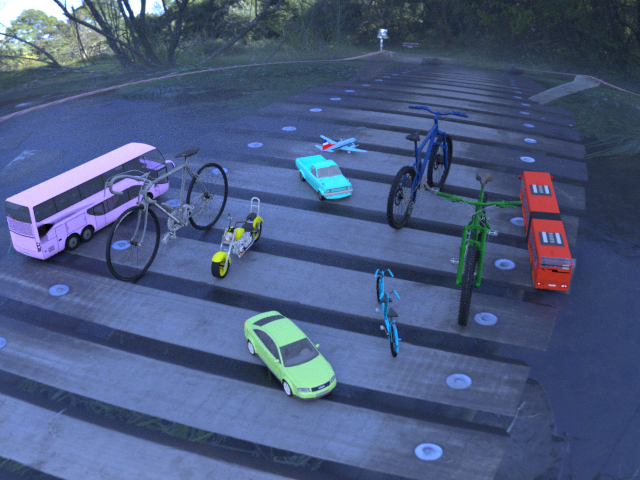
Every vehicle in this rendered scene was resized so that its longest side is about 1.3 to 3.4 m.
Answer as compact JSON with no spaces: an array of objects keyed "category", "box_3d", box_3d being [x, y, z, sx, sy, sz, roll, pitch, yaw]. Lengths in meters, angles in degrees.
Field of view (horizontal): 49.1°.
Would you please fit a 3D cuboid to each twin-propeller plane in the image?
[{"category":"twin-propeller plane","box_3d":[0.433,-2.084,15.073,1.095,0.407,1.370,-25,37,-38]}]

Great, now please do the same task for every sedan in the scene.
[{"category":"sedan","box_3d":[-0.391,1.362,8.656,0.635,0.483,1.613,-16,33,-28]}]

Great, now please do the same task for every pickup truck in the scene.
[{"category":"pickup truck","box_3d":[0.058,-1.270,13.469,0.640,0.511,1.603,-11,30,-19]}]

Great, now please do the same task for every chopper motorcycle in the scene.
[{"category":"chopper motorcycle","box_3d":[-1.291,-0.045,10.953,0.466,0.761,1.563,10,30,18]}]

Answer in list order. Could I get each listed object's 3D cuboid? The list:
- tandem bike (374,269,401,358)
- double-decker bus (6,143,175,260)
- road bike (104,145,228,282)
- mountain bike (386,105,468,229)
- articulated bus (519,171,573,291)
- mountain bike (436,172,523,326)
[{"category":"tandem bike","box_3d":[0.890,0.886,9.323,0.283,0.682,1.642,-2,29,-4]},{"category":"double-decker bus","box_3d":[-3.815,-0.773,11.987,0.756,1.052,3.251,15,32,25]},{"category":"road bike","box_3d":[-2.319,-0.556,10.956,0.696,1.656,3.004,14,32,24]},{"category":"mountain bike","box_3d":[1.837,-1.346,12.377,1.114,1.688,2.857,15,32,26]},{"category":"articulated bus","box_3d":[3.677,-0.255,11.548,0.605,0.561,3.401,5,29,9]},{"category":"mountain bike","box_3d":[2.225,-0.058,10.007,1.114,1.688,2.857,8,30,14]}]
